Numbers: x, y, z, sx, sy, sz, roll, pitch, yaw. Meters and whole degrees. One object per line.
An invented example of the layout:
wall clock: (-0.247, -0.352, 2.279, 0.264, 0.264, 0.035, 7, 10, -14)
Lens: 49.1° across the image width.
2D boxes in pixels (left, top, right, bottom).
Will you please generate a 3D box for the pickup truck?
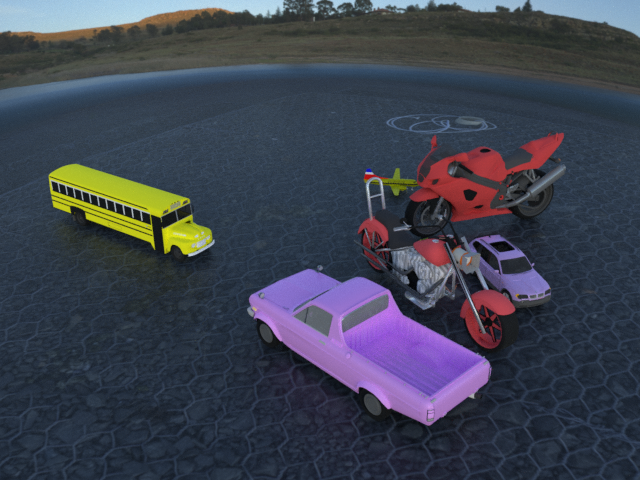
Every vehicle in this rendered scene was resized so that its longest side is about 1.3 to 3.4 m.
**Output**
pickup truck: (0.474, 1.110, 8.420, 1.244, 0.993, 3.117, -23, 35, -37)

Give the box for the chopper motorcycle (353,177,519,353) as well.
chopper motorcycle: (1.516, 0.268, 9.526, 0.906, 1.480, 3.040, -17, 32, -29)

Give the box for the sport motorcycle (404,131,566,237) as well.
sport motorcycle: (2.771, -0.951, 11.766, 2.955, 1.596, 0.983, -10, 29, -19)

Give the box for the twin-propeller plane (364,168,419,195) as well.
twin-propeller plane: (1.391, -1.163, 13.478, 1.095, 0.407, 1.370, 3, 27, 6)

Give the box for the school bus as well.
school bus: (-3.187, -0.506, 11.724, 3.322, 0.844, 0.709, 17, 32, 30)

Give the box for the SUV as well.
SUV: (2.723, 0.419, 10.214, 0.656, 0.580, 1.572, -9, 29, -17)
